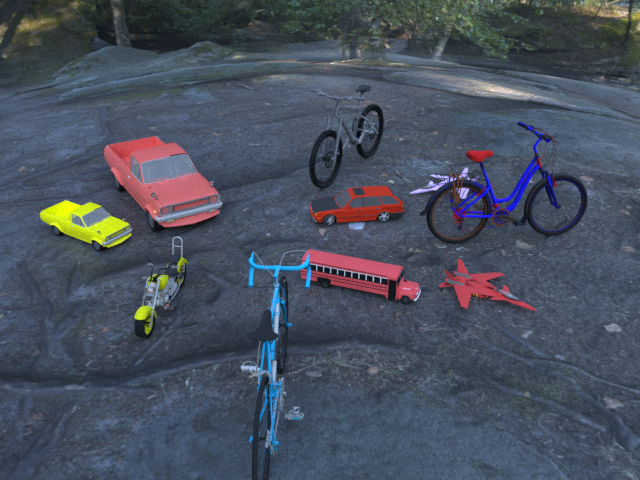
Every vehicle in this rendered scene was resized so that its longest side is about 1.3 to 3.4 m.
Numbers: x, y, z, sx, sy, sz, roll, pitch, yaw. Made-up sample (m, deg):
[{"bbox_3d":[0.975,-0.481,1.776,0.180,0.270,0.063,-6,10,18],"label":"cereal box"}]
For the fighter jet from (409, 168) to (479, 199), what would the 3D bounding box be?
[{"bbox_3d":[2.261,-1.041,12.933,1.358,0.286,1.147,-10,30,-19],"label":"fighter jet"}]

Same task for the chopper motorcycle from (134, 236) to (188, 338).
[{"bbox_3d":[-2.130,0.613,9.382,0.466,0.761,1.563,5,29,9],"label":"chopper motorcycle"}]

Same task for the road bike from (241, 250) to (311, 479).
[{"bbox_3d":[-0.493,1.222,7.317,0.696,1.656,3.004,1,28,3],"label":"road bike"}]

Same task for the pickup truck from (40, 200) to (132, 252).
[{"bbox_3d":[-3.807,-0.309,11.346,1.603,0.511,0.640,17,33,29],"label":"pickup truck"}]

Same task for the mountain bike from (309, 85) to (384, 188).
[{"bbox_3d":[0.564,-2.121,13.455,1.114,1.688,2.857,16,32,27],"label":"mountain bike"}]

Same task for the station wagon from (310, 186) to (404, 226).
[{"bbox_3d":[0.619,-0.617,11.955,1.597,0.473,0.682,-4,29,-8],"label":"station wagon"}]

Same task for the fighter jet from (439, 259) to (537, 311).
[{"bbox_3d":[2.394,0.672,9.771,1.358,0.286,1.147,21,35,34],"label":"fighter jet"}]

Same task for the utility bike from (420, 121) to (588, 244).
[{"bbox_3d":[2.918,-0.885,11.015,2.791,1.839,1.039,-4,29,-8],"label":"utility bike"}]

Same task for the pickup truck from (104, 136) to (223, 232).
[{"bbox_3d":[-2.869,-1.181,12.450,1.244,0.993,3.117,-16,32,-27],"label":"pickup truck"}]

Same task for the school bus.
[{"bbox_3d":[0.577,0.510,9.915,1.708,0.434,0.365,10,30,18],"label":"school bus"}]
